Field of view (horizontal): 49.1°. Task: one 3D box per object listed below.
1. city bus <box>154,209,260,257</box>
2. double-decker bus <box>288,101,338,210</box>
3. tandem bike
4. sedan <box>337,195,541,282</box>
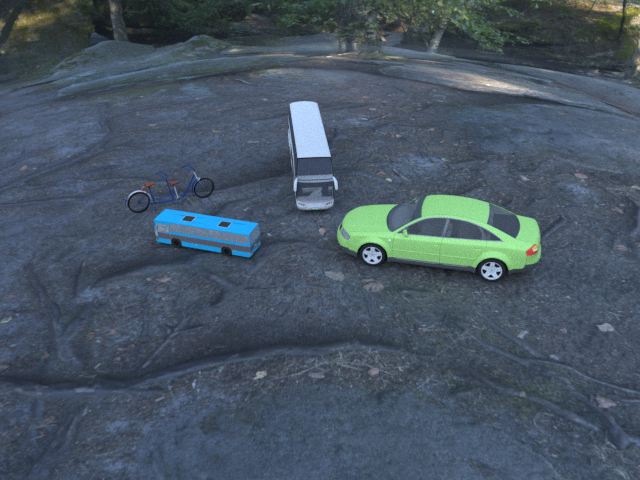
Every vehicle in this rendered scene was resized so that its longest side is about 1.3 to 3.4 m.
[{"bbox_3d":[-1.812,-0.098,11.246,1.674,0.460,0.476,9,31,15],"label":"city bus"},{"bbox_3d":[-0.210,-1.640,13.348,0.756,1.052,3.251,-2,30,-4],"label":"double-decker bus"},{"bbox_3d":[-2.668,-0.924,12.468,1.642,0.682,0.283,-15,33,-25],"label":"tandem bike"},{"bbox_3d":[1.825,-0.158,10.869,3.137,0.940,1.235,7,30,12],"label":"sedan"}]
